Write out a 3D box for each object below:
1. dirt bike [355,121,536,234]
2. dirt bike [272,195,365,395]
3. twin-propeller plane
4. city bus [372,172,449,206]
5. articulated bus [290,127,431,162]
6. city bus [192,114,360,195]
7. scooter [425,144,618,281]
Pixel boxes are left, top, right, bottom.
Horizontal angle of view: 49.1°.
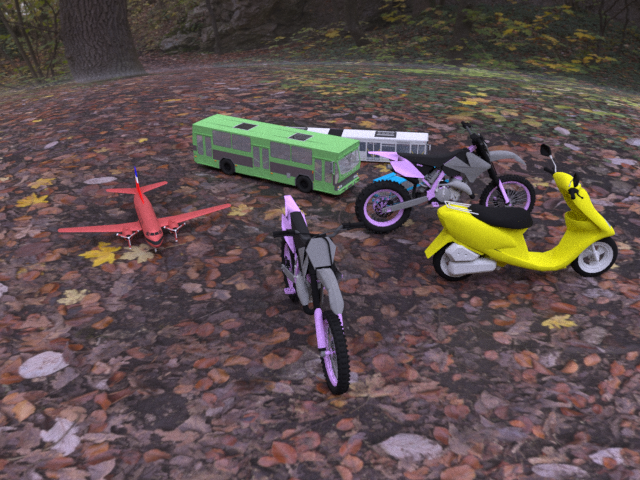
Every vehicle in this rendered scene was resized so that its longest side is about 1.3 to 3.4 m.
[{"bbox_3d":[1.991,-0.906,10.915,2.903,1.666,1.024,-2,27,-5],"label":"dirt bike"},{"bbox_3d":[-0.093,0.449,8.257,1.024,1.666,2.903,-7,28,-13],"label":"dirt bike"},{"bbox_3d":[-2.758,-0.488,11.059,2.663,0.792,2.129,-10,29,-19],"label":"twin-propeller plane"},{"bbox_3d":[1.638,-1.019,12.466,1.674,0.460,0.476,-24,35,-38],"label":"city bus"},{"bbox_3d":[0.504,-1.919,14.120,3.401,0.561,0.605,4,27,8],"label":"articulated bus"},{"bbox_3d":[-0.866,-1.604,13.134,3.255,0.894,0.926,15,31,27],"label":"city bus"},{"bbox_3d":[2.816,-0.255,9.507,2.721,1.786,1.288,-2,27,-3],"label":"scooter"}]
